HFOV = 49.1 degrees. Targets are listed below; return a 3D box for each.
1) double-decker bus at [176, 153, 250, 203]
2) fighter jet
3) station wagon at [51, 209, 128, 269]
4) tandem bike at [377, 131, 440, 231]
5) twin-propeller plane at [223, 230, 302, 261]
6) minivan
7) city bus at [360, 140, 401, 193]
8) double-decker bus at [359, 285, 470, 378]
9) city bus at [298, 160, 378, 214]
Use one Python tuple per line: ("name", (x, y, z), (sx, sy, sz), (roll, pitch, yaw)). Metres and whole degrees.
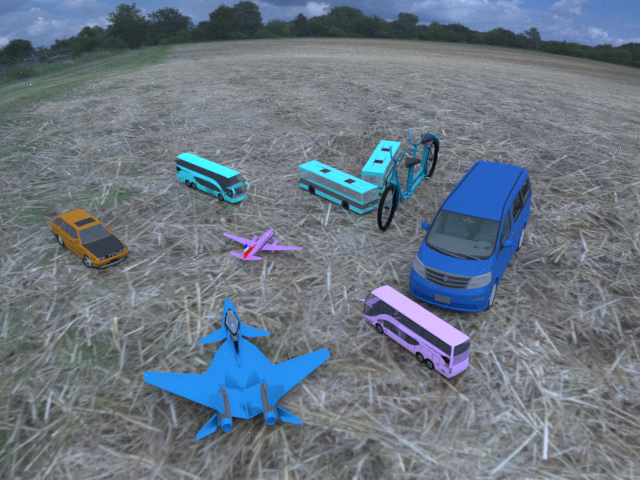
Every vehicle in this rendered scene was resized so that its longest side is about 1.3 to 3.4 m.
("double-decker bus", (-2.015, -1.142, 12.948), (1.672, 0.541, 0.389), (23, 36, 35))
("fighter jet", (-1.023, 1.277, 8.546), (2.229, 0.557, 2.640), (-6, 29, -10))
("station wagon", (-3.664, -0.068, 11.071), (0.682, 0.473, 1.597), (-24, 37, -37))
("tandem bike", (1.636, -1.289, 12.403), (0.550, 1.326, 3.192), (13, 31, 22))
("twin-propeller plane", (-0.950, 0.033, 10.956), (1.370, 0.407, 1.095), (10, 31, 18))
("minivan", (2.317, -0.129, 10.433), (1.324, 1.197, 3.011), (14, 32, 23))
("city bus", (1.190, -1.414, 13.526), (0.476, 0.460, 1.674), (8, 30, 15))
("double-decker bus", (1.173, 1.109, 8.867), (0.389, 0.541, 1.672), (-20, 35, -32))
("city bus", (0.309, -0.953, 12.690), (0.476, 0.460, 1.674), (-24, 37, -37))
